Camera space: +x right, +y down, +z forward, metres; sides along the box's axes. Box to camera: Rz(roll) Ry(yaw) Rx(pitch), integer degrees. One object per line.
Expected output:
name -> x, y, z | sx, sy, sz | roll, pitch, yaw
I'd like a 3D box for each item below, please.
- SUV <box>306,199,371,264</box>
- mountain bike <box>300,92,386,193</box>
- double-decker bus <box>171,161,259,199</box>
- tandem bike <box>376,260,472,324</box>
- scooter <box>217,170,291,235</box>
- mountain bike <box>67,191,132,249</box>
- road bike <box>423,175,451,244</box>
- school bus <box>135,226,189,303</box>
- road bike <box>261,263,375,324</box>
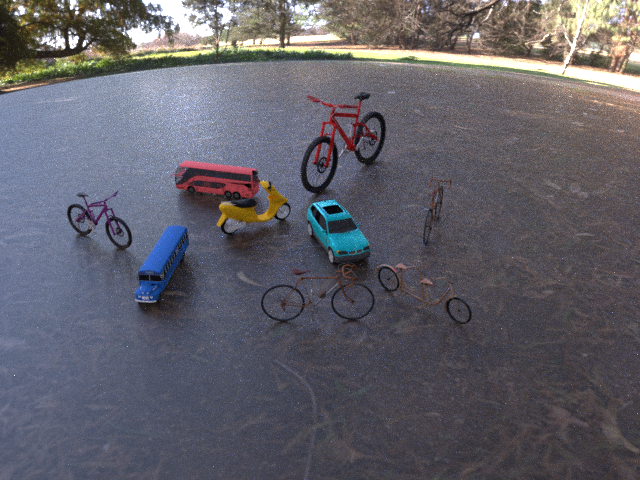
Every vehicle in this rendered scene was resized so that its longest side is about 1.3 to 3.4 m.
SUV -> 0.276, -0.172, 11.386 | 0.656, 0.580, 1.572 | -10, 30, -18
mountain bike -> 0.512, -2.017, 13.616 | 1.114, 1.688, 2.857 | 19, 34, 31
double-decker bus -> -1.977, -1.144, 13.212 | 1.672, 0.541, 0.389 | 8, 30, 14
tandem bike -> 1.430, 0.634, 9.798 | 1.642, 0.682, 0.283 | 24, 37, 37
scooter -> -1.111, -0.625, 11.864 | 1.399, 0.919, 0.662 | -17, 33, -28
mountain bike -> -3.639, -0.364, 11.437 | 1.469, 0.868, 0.573 | 17, 33, 28
road bike -> 1.923, -0.546, 11.789 | 0.358, 0.852, 1.545 | 10, 30, 17
school bus -> -2.378, 0.354, 10.571 | 0.365, 0.434, 1.708 | 3, 29, 5
road bike -> -0.029, 0.735, 9.435 | 1.545, 0.852, 0.358 | -1, 29, -2
